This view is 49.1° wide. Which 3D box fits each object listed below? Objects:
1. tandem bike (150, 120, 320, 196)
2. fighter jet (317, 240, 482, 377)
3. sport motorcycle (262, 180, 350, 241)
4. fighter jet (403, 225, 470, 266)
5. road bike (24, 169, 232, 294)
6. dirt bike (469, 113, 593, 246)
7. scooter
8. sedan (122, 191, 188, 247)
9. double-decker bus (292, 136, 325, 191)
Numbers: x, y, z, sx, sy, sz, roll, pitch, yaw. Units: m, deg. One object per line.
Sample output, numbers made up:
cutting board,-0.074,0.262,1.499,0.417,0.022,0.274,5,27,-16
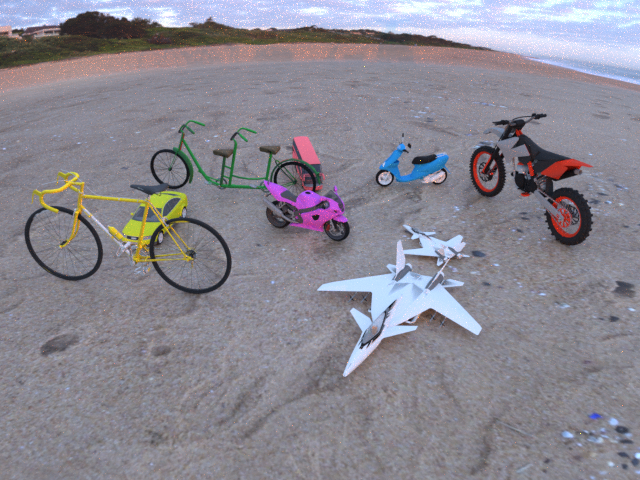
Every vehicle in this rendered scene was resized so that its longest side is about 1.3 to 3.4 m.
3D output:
tandem bike,-1.540,-1.372,12.254,3.192,1.326,0.550,7,28,13
fighter jet,0.887,0.845,8.843,2.229,0.557,2.640,14,31,24
sport motorcycle,-0.219,-0.473,11.079,1.520,0.821,0.506,13,30,24
fighter jet,1.671,-0.045,10.837,1.147,0.286,1.358,-14,31,-25
road bike,-2.647,-0.080,9.427,3.004,1.656,0.697,5,28,10
dirt bike,3.370,-1.112,11.388,1.024,1.666,2.903,-13,30,-23
scooter,1.716,-1.426,12.796,1.399,0.919,0.662,-3,28,-5
sedan,-2.657,-0.399,11.302,0.635,0.483,1.613,6,28,11
double-decker bus,-0.246,-1.443,13.235,0.389,0.541,1.672,-5,28,-9
